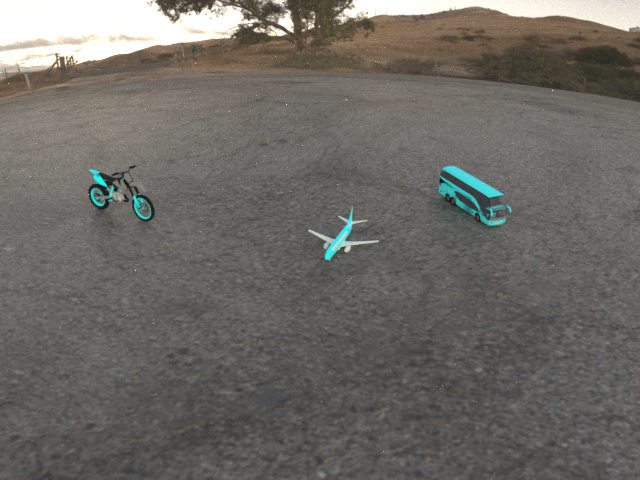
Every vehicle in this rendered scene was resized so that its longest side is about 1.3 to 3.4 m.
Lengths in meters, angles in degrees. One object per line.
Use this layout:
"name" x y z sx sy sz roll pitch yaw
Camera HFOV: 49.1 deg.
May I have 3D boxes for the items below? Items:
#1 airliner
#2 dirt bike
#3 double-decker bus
"airliner" 0.311 -0.095 10.786 1.161 0.429 1.307 9 27 18
"dirt bike" -3.369 -0.813 11.771 1.493 0.857 0.527 14 29 27
"double-decker bus" 2.614 -0.757 12.017 0.389 0.541 1.672 -10 28 -20
